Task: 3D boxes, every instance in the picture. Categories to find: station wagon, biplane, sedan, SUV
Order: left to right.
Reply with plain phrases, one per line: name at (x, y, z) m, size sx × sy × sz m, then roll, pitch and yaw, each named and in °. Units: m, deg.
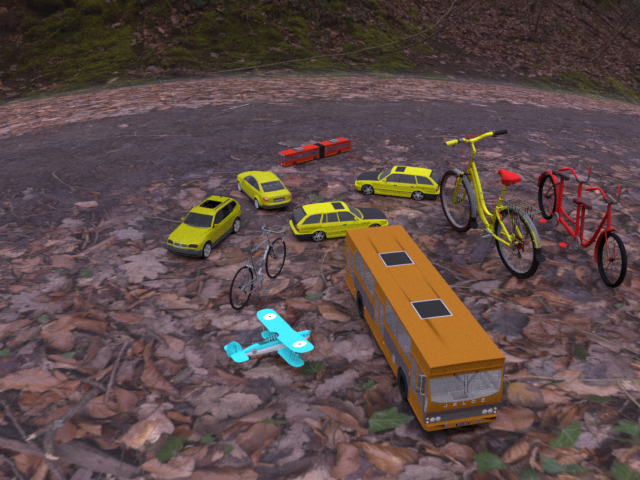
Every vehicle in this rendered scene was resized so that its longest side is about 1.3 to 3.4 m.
SUV at (-1.809, -0.247, 11.090) m, size 0.656 × 0.580 × 1.572 m, roll 10°, pitch 27°, yaw 19°
sedan at (-1.046, -0.995, 12.750) m, size 0.635 × 0.483 × 1.613 m, roll -12°, pitch 28°, yaw -23°
biplane at (-0.572, 1.205, 8.173) m, size 1.090 × 0.504 × 1.336 m, roll -12°, pitch 28°, yaw -23°
station wagon at (0.321, -0.350, 11.425) m, size 1.597 × 0.473 × 0.682 m, roll -6°, pitch 26°, yaw -12°
station wagon at (1.449, -1.100, 12.979) m, size 1.597 × 0.473 × 0.682 m, roll 7°, pitch 27°, yaw 14°

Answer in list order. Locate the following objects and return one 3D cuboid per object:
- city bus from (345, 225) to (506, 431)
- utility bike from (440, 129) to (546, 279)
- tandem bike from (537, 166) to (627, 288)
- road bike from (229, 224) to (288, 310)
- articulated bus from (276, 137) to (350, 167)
city bus at (1.082, 0.900, 8.356) m, size 0.926 × 0.894 × 3.255 m, roll -6°, pitch 26°, yaw -11°
utility bike at (2.422, -0.609, 10.393) m, size 1.039 × 1.839 × 2.791 m, roll -9°, pitch 27°, yaw -18°
tandem bike at (3.968, -0.485, 10.726) m, size 0.550 × 1.326 × 3.192 m, roll -2°, pitch 26°, yaw -4°
road bike at (-0.831, 0.333, 9.577) m, size 0.358 × 0.852 × 1.545 m, roll 12°, pitch 28°, yaw 23°
articulated bus at (-0.110, -1.868, 14.781) m, size 1.749 × 0.289 × 0.311 m, roll -18°, pitch 31°, yaw -33°
